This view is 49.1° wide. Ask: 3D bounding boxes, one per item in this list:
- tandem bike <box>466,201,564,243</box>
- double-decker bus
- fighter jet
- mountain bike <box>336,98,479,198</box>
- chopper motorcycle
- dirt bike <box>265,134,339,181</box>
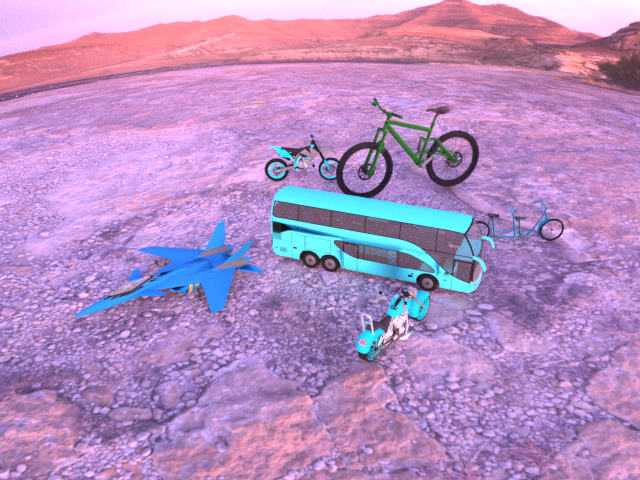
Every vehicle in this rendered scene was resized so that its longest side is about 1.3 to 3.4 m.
[{"bbox_3d":[3.090,-0.265,11.102,1.642,0.682,0.283,-2,28,-4],"label":"tandem bike"},{"bbox_3d":[0.852,-0.018,10.244,3.251,1.052,0.756,11,30,19],"label":"double-decker bus"},{"bbox_3d":[-2.205,0.473,9.845,2.640,0.557,2.229,-21,34,-34],"label":"fighter jet"},{"bbox_3d":[1.630,-1.637,12.615,2.857,1.688,1.114,-9,29,-17],"label":"mountain bike"},{"bbox_3d":[0.957,0.934,8.761,0.466,0.761,1.563,20,34,32],"label":"chopper motorcycle"},{"bbox_3d":[-0.312,-1.520,13.281,1.493,0.857,0.527,-1,28,-1],"label":"dirt bike"}]
